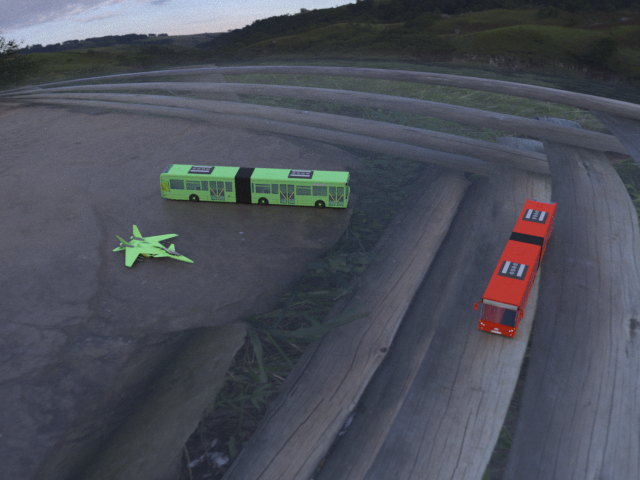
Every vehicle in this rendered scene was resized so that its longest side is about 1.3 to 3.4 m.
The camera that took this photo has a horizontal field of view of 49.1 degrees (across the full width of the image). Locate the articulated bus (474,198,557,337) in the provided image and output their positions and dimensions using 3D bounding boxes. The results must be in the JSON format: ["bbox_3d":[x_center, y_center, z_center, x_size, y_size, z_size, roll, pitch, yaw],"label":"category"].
[{"bbox_3d":[2.947,0.284,10.244,0.605,0.561,3.401,12,31,21],"label":"articulated bus"}]

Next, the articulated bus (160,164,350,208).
[{"bbox_3d":[-1.143,-0.973,12.571,3.401,0.561,0.605,3,29,6],"label":"articulated bus"}]

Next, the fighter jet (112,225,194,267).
[{"bbox_3d":[-2.514,0.112,10.852,1.358,0.286,1.147,14,32,25],"label":"fighter jet"}]
